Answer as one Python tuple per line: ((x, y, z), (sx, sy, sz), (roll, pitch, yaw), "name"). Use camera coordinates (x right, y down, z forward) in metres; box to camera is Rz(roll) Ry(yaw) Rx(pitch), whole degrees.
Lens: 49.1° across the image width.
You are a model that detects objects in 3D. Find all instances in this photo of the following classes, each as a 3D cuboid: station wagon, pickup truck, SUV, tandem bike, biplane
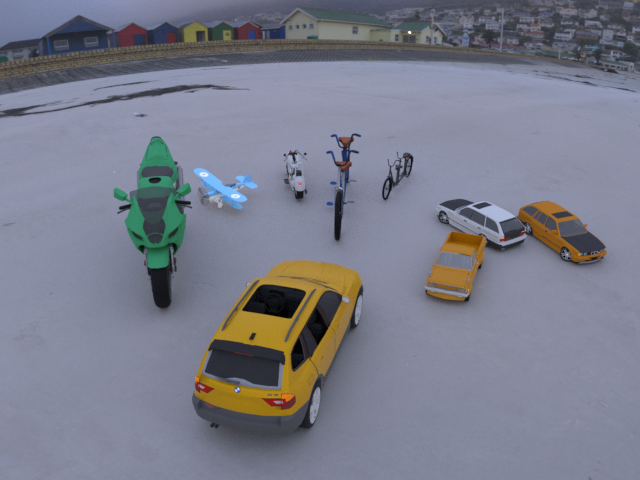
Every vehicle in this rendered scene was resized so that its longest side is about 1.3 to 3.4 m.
((2.557, -0.358, 11.247), (0.682, 0.473, 1.597), (-16, 31, -28), "station wagon")
((1.952, 0.299, 9.940), (0.640, 0.511, 1.603), (10, 29, 18), "pickup truck")
((-0.368, 0.957, 8.002), (1.276, 1.128, 3.058), (8, 28, 15), "SUV")
((3.751, -0.169, 10.881), (0.682, 0.473, 1.597), (-10, 29, -18), "station wagon")
((1.444, -1.284, 12.804), (0.283, 0.682, 1.642), (12, 30, 22), "tandem bike")
((0.396, -1.163, 11.873), (0.550, 1.326, 3.192), (2, 28, 4), "tandem bike")
((-1.607, -0.876, 12.211), (1.090, 0.504, 1.336), (-24, 36, -38), "biplane")

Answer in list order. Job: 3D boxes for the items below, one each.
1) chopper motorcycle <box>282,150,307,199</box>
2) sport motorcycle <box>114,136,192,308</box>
((-0.464, -1.309, 12.766), (0.466, 0.761, 1.563), (-4, 28, -8), "chopper motorcycle")
((-2.287, -0.333, 9.979), (0.983, 1.596, 2.955), (-5, 28, -9), "sport motorcycle")
